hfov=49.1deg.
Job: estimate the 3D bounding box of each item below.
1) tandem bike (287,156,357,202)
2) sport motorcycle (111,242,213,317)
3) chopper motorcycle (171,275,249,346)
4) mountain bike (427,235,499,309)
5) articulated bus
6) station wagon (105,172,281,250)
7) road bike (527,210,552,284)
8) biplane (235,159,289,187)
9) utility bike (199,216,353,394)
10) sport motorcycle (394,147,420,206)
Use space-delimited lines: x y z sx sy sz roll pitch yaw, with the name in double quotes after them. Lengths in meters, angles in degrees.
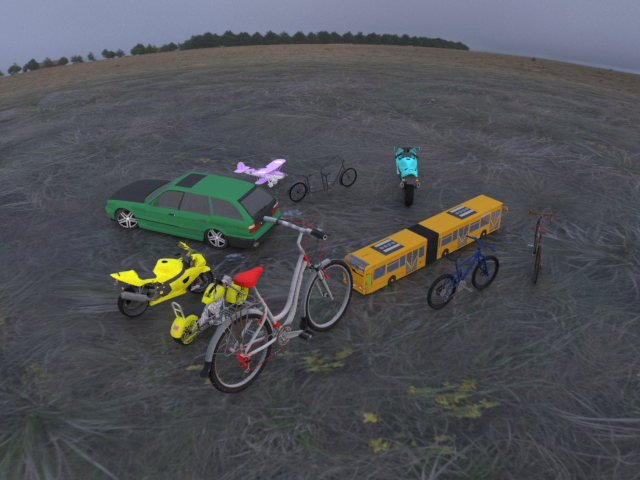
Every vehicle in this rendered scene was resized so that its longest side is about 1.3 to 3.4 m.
0.061 -1.195 13.543 1.642 0.682 0.283 -18 34 -30 "tandem bike"
-2.255 0.587 10.168 1.520 0.821 0.506 -18 34 -30 "sport motorcycle"
-1.504 0.855 9.743 0.466 0.761 1.563 16 33 27 "chopper motorcycle"
2.141 0.485 10.303 1.469 0.868 0.573 -19 34 -31 "mountain bike"
1.787 0.016 11.472 3.401 0.561 0.605 -23 36 -35 "articulated bus"
-2.285 -0.651 12.309 3.105 0.920 1.327 11 31 19 "station wagon"
3.465 0.050 11.110 0.358 0.852 1.545 7 30 13 "road bike"
-1.146 -1.352 14.012 1.090 0.504 1.336 9 30 16 "biplane"
-0.541 0.706 8.898 1.039 1.839 2.791 23 36 35 "utility bike"
1.687 -1.268 13.531 0.506 0.821 1.520 1 29 2 "sport motorcycle"
